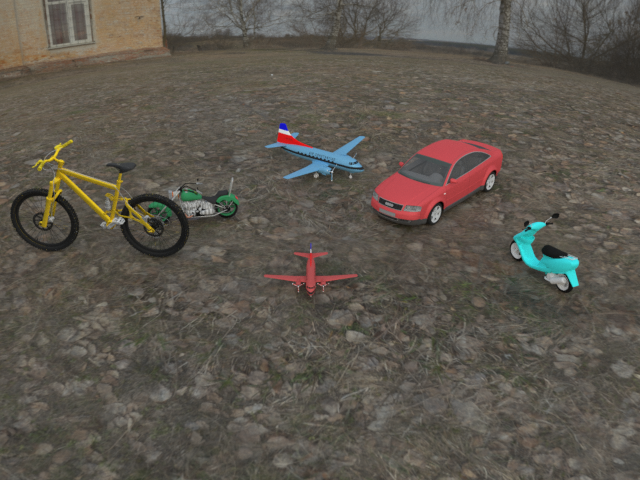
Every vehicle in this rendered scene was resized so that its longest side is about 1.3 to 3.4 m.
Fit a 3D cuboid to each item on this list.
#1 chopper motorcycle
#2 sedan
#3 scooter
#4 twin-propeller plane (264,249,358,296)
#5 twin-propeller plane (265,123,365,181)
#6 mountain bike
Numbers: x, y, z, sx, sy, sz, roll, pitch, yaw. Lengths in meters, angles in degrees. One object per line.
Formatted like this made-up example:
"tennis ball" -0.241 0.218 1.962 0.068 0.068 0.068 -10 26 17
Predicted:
"chopper motorcycle" -2.171 -0.668 11.955 1.563 0.761 0.466 -5 29 -8
"sedan" 2.171 -1.187 12.704 1.235 0.940 3.137 24 37 36
"scooter" 3.319 0.139 10.346 0.662 0.919 1.399 -14 32 -23
"twin-propeller plane" -0.135 0.447 10.318 1.370 0.407 1.095 0 29 0
"twin-propeller plane" -0.022 -1.763 13.888 2.129 0.792 2.663 19 34 31
"mountain bike" -3.434 -0.528 10.752 2.857 1.688 1.114 3 29 5
